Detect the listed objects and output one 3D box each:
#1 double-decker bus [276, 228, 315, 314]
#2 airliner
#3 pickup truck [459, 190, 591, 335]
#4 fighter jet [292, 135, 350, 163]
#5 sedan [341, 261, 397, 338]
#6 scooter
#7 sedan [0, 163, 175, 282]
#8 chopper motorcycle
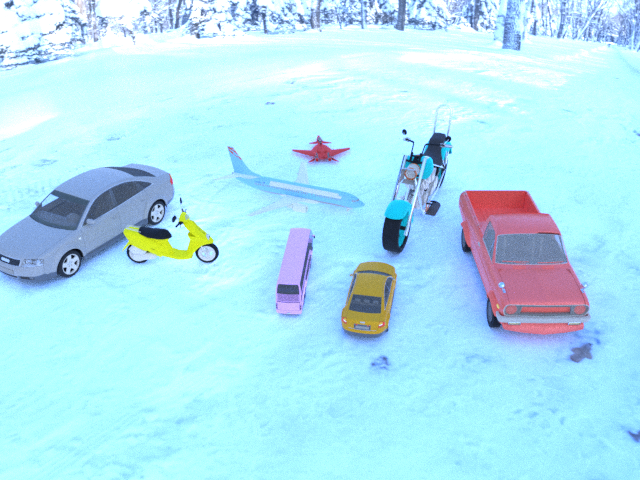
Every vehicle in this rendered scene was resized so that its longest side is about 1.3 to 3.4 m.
[{"bbox_3d":[-0.336,0.377,9.694,0.389,0.541,1.672,2,30,4],"label":"double-decker bus"},{"bbox_3d":[-0.448,-1.017,11.797,2.541,0.835,2.257,11,32,19],"label":"airliner"},{"bbox_3d":[2.738,0.096,9.728,1.244,0.993,3.117,0,30,0],"label":"pickup truck"},{"bbox_3d":[0.016,-1.901,13.861,1.147,0.286,1.358,-2,30,-4],"label":"fighter jet"},{"bbox_3d":[0.667,0.687,9.219,0.635,0.483,1.613,6,31,10],"label":"sedan"},{"bbox_3d":[-2.176,-0.066,10.080,1.399,0.919,0.662,0,30,-1],"label":"scooter"},{"bbox_3d":[-3.543,-0.430,10.685,1.235,0.940,3.137,16,34,26],"label":"sedan"},{"bbox_3d":[1.598,-1.044,11.203,0.906,1.480,3.040,12,32,20],"label":"chopper motorcycle"}]
